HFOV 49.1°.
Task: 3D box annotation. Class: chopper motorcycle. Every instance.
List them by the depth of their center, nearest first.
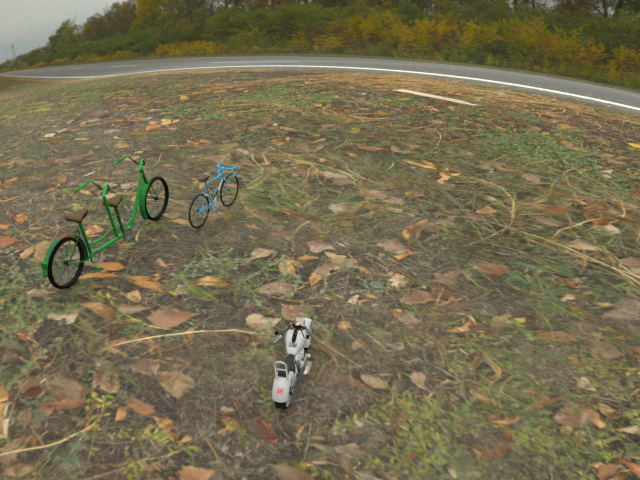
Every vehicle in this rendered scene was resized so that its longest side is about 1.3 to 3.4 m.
[{"bbox_3d":[-0.303,1.316,8.317,0.466,0.761,1.563,5,29,9],"label":"chopper motorcycle"}]

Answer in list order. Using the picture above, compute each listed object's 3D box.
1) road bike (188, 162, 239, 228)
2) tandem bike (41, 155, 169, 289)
[{"bbox_3d":[-1.835,-0.804,12.161,0.358,0.852,1.545,13,31,23],"label":"road bike"},{"bbox_3d":[-3.266,-0.413,10.935,0.550,1.326,3.192,10,30,18],"label":"tandem bike"}]
